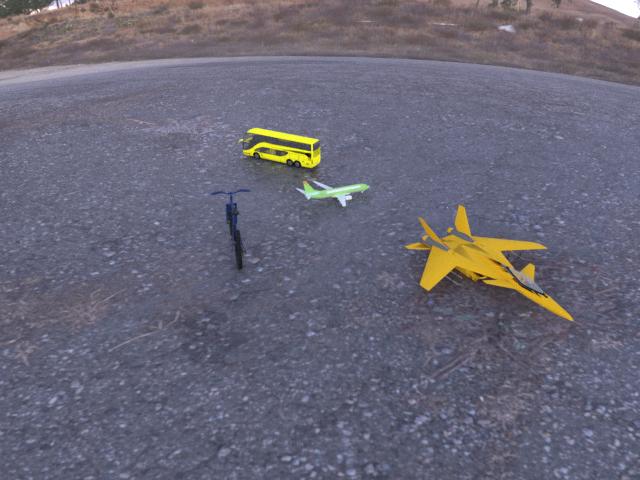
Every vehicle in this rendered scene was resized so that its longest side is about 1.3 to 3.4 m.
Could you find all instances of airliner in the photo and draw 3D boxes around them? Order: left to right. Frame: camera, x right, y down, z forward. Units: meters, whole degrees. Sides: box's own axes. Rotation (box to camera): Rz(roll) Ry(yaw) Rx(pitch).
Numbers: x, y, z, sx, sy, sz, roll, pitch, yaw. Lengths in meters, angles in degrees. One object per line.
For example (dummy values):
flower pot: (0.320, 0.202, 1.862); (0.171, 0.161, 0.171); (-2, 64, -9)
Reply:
airliner: (0.281, -0.913, 12.000); (1.307, 0.429, 1.161); (-13, 30, -23)

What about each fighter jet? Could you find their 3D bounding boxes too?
fighter jet: (2.427, 0.317, 9.530); (2.229, 0.557, 2.640); (-16, 32, -27)

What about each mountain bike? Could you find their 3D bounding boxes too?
mountain bike: (-1.248, -0.209, 10.195); (0.573, 0.868, 1.469); (-6, 28, -11)

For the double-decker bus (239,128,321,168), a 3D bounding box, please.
double-decker bus: (-0.779, -1.789, 13.542); (1.672, 0.541, 0.389); (14, 31, 25)
